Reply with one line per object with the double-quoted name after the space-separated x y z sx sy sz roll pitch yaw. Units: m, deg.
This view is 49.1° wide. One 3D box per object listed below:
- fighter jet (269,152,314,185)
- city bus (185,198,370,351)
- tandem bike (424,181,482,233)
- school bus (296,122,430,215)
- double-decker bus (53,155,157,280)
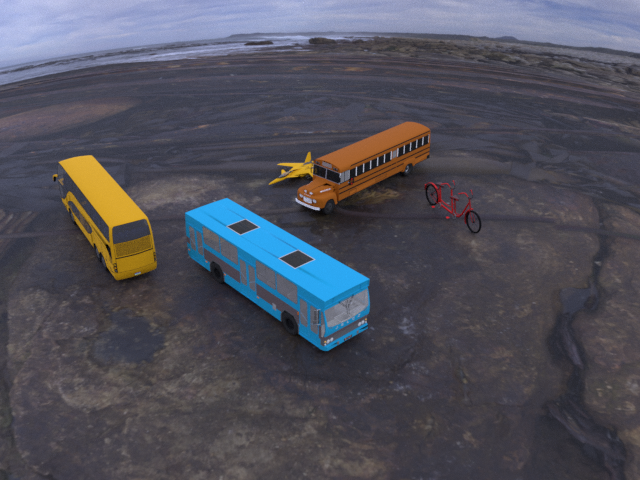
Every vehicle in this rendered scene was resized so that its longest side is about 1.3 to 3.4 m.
-0.515 -1.384 13.891 1.147 0.286 1.358 26 38 38 "fighter jet"
-0.712 0.426 10.074 0.926 0.894 3.255 -24 37 -35 "city bus"
2.318 -0.696 12.273 0.283 0.682 1.642 -14 32 -24 "tandem bike"
0.876 -1.429 13.403 0.709 0.844 3.322 25 38 37 "school bus"
-3.591 -0.477 11.510 0.756 1.052 3.251 -17 34 -28 "double-decker bus"
